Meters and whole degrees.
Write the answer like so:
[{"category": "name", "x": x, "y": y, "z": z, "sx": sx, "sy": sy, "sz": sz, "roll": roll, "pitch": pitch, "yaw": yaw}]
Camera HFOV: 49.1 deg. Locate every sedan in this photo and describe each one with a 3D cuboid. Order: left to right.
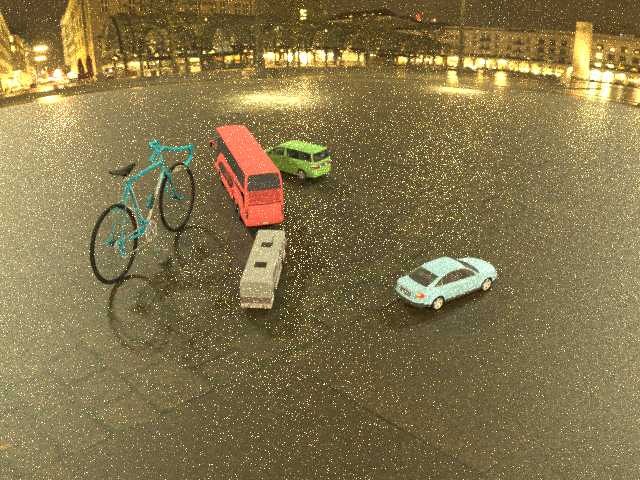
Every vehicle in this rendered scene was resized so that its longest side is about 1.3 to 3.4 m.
[{"category": "sedan", "x": 1.804, "y": 0.515, "z": 9.812, "sx": 1.613, "sy": 0.483, "sz": 0.635, "roll": -16, "pitch": 30, "yaw": -30}]

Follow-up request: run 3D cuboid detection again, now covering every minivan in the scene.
[{"category": "minivan", "x": -0.533, "y": -1.685, "z": 14.241, "sx": 1.548, "sy": 0.616, "sz": 0.681, "roll": 19, "pitch": 31, "yaw": 34}]

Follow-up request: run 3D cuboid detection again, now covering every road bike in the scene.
[{"category": "road bike", "x": -2.636, "y": -0.543, "z": 10.662, "sx": 0.696, "sy": 1.656, "sz": 3.004, "roll": 8, "pitch": 27, "yaw": 16}]

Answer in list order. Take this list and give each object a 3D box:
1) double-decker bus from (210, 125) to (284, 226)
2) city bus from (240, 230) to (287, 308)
[{"category": "double-decker bus", "x": -1.389, "y": -1.274, "z": 12.883, "sx": 0.756, "sy": 1.052, "sz": 3.251, "roll": -8, "pitch": 27, "yaw": -16}, {"category": "city bus", "x": -0.797, "y": 0.410, "z": 10.059, "sx": 0.476, "sy": 0.460, "sz": 1.674, "roll": 2, "pitch": 26, "yaw": 4}]
